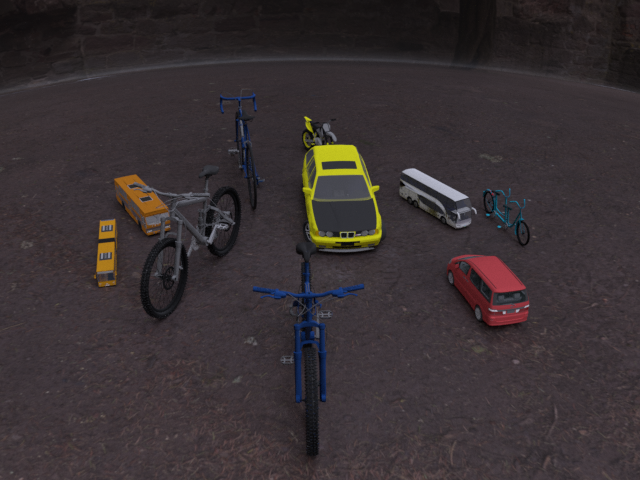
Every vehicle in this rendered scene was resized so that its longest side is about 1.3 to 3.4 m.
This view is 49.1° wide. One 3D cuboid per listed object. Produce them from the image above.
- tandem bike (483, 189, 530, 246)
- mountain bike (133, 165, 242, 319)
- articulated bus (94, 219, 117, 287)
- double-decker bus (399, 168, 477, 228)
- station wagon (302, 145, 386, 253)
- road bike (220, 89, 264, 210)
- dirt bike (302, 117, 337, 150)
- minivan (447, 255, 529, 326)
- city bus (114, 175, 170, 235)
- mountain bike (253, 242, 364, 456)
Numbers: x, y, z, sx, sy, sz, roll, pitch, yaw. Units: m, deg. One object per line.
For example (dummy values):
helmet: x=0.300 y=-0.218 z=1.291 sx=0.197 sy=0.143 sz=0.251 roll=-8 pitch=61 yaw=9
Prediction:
tandem bike: x=3.093 y=-0.513 z=11.642 sx=0.283 sy=0.682 sz=1.642 roll=-7 pitch=29 yaw=-12
mountain bike: x=-1.777 y=-0.156 z=9.913 sx=1.114 sy=1.688 sz=2.857 roll=9 pitch=30 yaw=17
articulated bus: x=-3.276 y=0.168 z=10.790 sx=0.311 sy=0.289 sz=1.749 roll=-7 pitch=29 yaw=-12
double-decker bus: x=2.008 y=-0.723 z=12.183 sx=0.389 sy=0.541 sz=1.672 roll=-16 pitch=32 yaw=-27
station wagon: x=0.326 y=-0.839 z=11.997 sx=1.327 sy=0.920 sz=3.105 roll=-2 pitch=28 yaw=-3
road bike: x=-1.392 y=-1.750 z=12.919 sx=0.696 sy=1.656 sz=3.004 roll=-6 pitch=29 yaw=-11
dirt bike: x=0.013 y=-2.094 z=14.405 sx=0.527 sy=0.857 sz=1.493 roll=-15 pitch=32 yaw=-26
minivan: x=2.290 y=0.575 z=9.684 sx=0.681 sy=0.616 sz=1.548 roll=-6 pitch=29 yaw=-12
city bus: x=-3.073 y=-0.607 z=12.053 sx=0.476 sy=0.460 sz=1.674 roll=-16 pitch=32 yaw=-27
mountain bike: x=-0.135 y=0.966 z=7.820 sx=1.114 sy=1.688 sz=2.857 roll=-1 pitch=28 yaw=-2
